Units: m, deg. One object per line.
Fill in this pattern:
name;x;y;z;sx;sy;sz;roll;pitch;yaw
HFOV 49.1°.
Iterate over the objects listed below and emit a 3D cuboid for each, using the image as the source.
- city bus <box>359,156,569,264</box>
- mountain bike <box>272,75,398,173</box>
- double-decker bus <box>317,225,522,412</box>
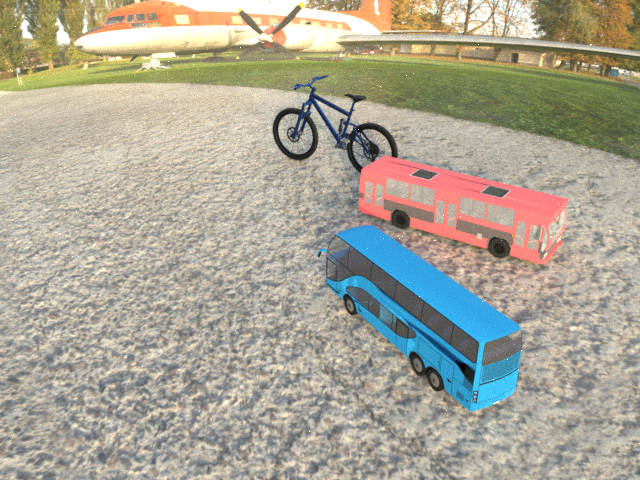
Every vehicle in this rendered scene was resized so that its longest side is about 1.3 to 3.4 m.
city bus;2.214;-0.508;11.280;3.255;0.894;0.926;18;33;31
mountain bike;0.246;-2.191;13.636;2.857;1.688;1.114;17;32;29
double-decker bus;1.099;0.792;8.630;0.756;1.052;3.251;-15;31;-27
